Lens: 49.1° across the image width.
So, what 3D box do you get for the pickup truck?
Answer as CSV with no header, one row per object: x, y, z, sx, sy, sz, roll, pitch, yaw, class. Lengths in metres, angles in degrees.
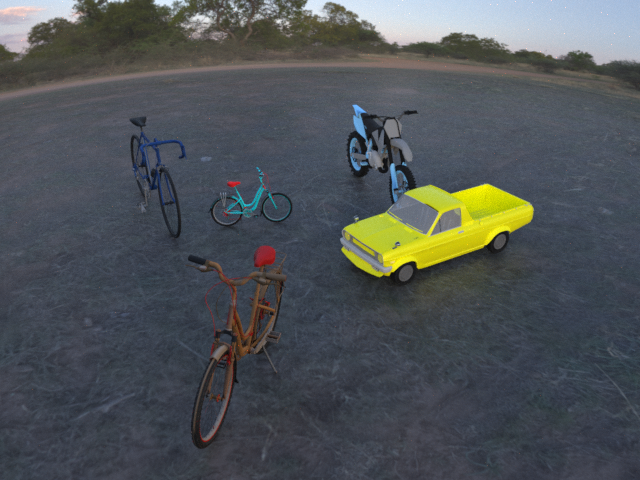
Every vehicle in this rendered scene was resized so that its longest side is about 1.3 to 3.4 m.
1.858,-0.274,10.874,3.117,0.993,1.244,-16,31,-28,pickup truck

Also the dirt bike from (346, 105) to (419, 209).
1.102,-1.594,12.701,1.024,1.666,2.903,-9,29,-17,dirt bike

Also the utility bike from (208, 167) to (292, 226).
-1.187,-0.720,11.790,1.435,0.946,0.535,-5,28,-9,utility bike

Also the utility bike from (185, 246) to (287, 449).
-0.748,0.884,7.701,1.039,1.839,2.791,7,28,13,utility bike

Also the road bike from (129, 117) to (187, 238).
-2.862,-1.192,11.932,0.697,1.656,3.004,-13,30,-24,road bike
